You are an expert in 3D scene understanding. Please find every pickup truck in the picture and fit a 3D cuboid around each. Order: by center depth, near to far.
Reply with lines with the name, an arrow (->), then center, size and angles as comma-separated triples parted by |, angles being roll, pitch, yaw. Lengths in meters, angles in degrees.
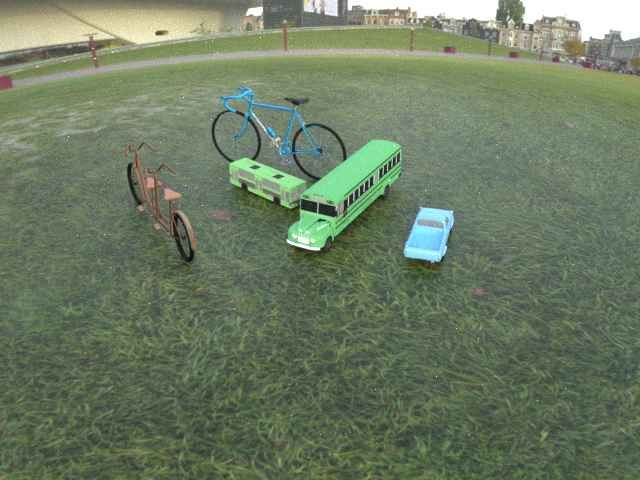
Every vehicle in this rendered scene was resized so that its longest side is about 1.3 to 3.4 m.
pickup truck -> 1.771, -0.135, 11.262 | 0.640, 0.511, 1.603 | 8, 30, 14

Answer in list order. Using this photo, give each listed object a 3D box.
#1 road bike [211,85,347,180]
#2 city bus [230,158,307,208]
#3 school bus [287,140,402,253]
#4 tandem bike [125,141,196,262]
road bike -> -0.856, -2.081, 13.612 | 3.004, 1.656, 0.697 | 13, 31, 22
city bus -> -0.977, -1.049, 12.976 | 1.674, 0.460, 0.476 | 24, 37, 37
school bus -> 0.488, -0.822, 12.165 | 0.709, 0.844, 3.322 | 14, 32, 24
tandem bike -> -2.693, -0.743, 11.521 | 0.550, 1.326, 3.192 | -16, 33, -27
